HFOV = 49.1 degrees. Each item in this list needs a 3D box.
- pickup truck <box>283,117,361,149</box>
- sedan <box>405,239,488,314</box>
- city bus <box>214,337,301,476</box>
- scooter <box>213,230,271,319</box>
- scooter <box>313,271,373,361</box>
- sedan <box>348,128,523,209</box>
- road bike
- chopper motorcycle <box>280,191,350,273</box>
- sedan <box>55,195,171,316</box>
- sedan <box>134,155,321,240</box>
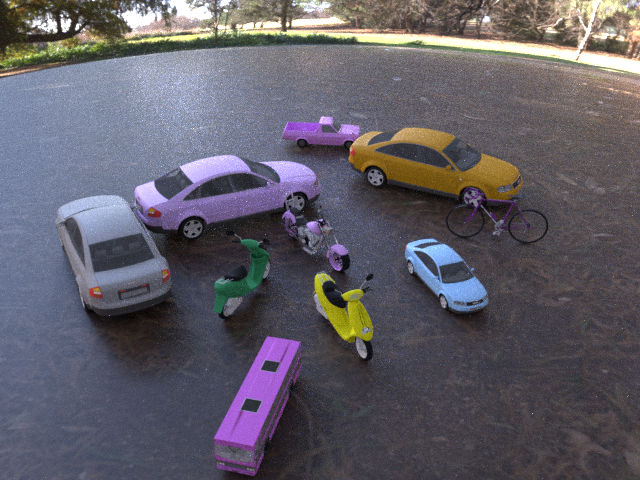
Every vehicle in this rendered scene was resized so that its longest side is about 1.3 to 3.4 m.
[{"bbox_3d":[0.051,-2.220,14.303,1.603,0.511,0.640,3,30,5],"label":"pickup truck"},{"bbox_3d":[1.742,0.436,9.725,0.635,0.483,1.613,-11,32,-18],"label":"sedan"},{"bbox_3d":[-0.623,1.734,7.498,0.476,0.460,1.674,7,31,13],"label":"city bus"},{"bbox_3d":[-1.021,0.400,9.352,0.662,0.919,1.399,13,32,21],"label":"scooter"},{"bbox_3d":[0.279,0.803,8.652,0.662,0.919,1.399,-15,33,-24],"label":"scooter"},{"bbox_3d":[2.033,-1.394,12.440,3.137,0.940,1.235,15,33,25],"label":"sedan"},{"bbox_3d":[2.721,-0.361,10.738,1.545,0.852,0.358,5,30,9],"label":"road bike"},{"bbox_3d":[-0.078,-0.130,10.428,0.466,0.761,1.563,-20,36,-31],"label":"chopper motorcycle"},{"bbox_3d":[-3.040,-0.003,10.030,1.235,0.940,3.137,-14,33,-23],"label":"sedan"},{"bbox_3d":[-1.467,-0.862,11.519,3.137,0.940,1.235,-15,33,-24],"label":"sedan"}]
